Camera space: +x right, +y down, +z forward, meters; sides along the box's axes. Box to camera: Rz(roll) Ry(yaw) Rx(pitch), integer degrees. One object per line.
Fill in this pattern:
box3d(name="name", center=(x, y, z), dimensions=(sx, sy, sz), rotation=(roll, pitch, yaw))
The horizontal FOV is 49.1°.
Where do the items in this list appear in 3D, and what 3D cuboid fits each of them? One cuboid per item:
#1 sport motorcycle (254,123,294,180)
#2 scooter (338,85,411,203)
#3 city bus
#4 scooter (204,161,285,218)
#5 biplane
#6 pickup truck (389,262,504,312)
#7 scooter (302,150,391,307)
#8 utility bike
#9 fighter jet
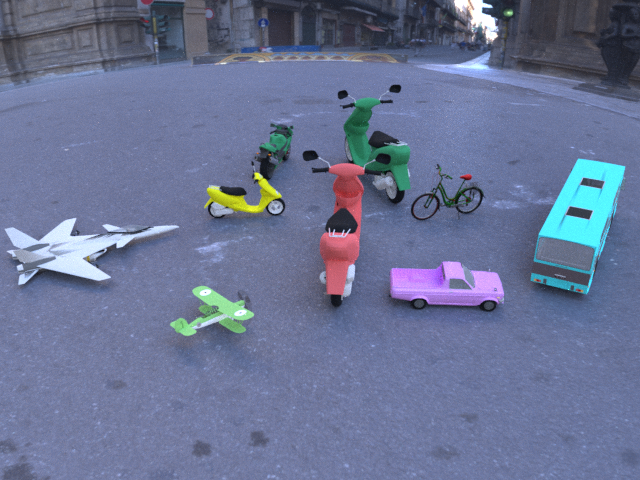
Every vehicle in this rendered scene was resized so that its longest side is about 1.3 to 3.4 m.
box3d(name="sport motorcycle", center=(-0.880, -1.785, 13.933), dimensions=(0.506, 0.821, 1.520), rotation=(8, 30, 15))
box3d(name="scooter", center=(1.027, -1.900, 13.135), dimensions=(1.288, 1.786, 2.721), rotation=(-10, 30, -18))
box3d(name="city bus", center=(4.138, -0.277, 11.086), dimensions=(0.926, 0.894, 3.255), rotation=(14, 32, 24))
box3d(name="scooter", center=(-1.301, -0.813, 12.046), dimensions=(1.399, 0.919, 0.662), rotation=(-3, 29, -5))
box3d(name="biplane", center=(-1.416, 0.991, 9.164), dimensions=(1.090, 0.504, 1.336), rotation=(-21, 35, -33))
box3d(name="pickup truck", center=(1.772, 0.614, 9.850), dimensions=(1.603, 0.511, 0.640), rotation=(2, 29, 3))
box3d(name="scooter", center=(0.351, -0.336, 10.260), dimensions=(1.288, 1.786, 2.721), rotation=(3, 29, 6))
box3d(name="utility bike", center=(2.247, -0.791, 11.977), dimensions=(1.435, 0.946, 0.535), rotation=(-9, 30, -16))
box3d(name="fighter jet", center=(-3.498, -0.062, 11.043), dimensions=(2.640, 0.557, 2.229), rotation=(-15, 32, -26))
